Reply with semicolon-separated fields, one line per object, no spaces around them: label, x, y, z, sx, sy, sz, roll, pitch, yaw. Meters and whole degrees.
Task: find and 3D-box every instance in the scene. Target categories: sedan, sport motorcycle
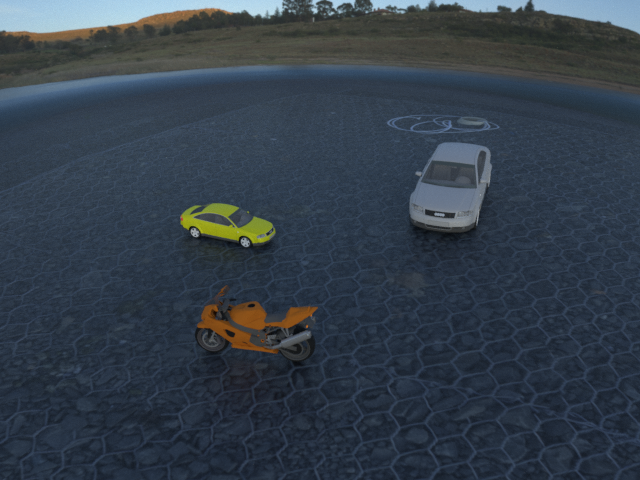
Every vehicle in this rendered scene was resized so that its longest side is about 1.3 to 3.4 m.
sedan;2.377;-1.096;12.478;1.235;0.940;3.137;8;28;16
sedan;-1.499;-0.288;11.377;1.613;0.483;0.635;11;29;20
sport motorcycle;-0.773;1.044;8.348;1.520;0.821;0.506;4;27;8
